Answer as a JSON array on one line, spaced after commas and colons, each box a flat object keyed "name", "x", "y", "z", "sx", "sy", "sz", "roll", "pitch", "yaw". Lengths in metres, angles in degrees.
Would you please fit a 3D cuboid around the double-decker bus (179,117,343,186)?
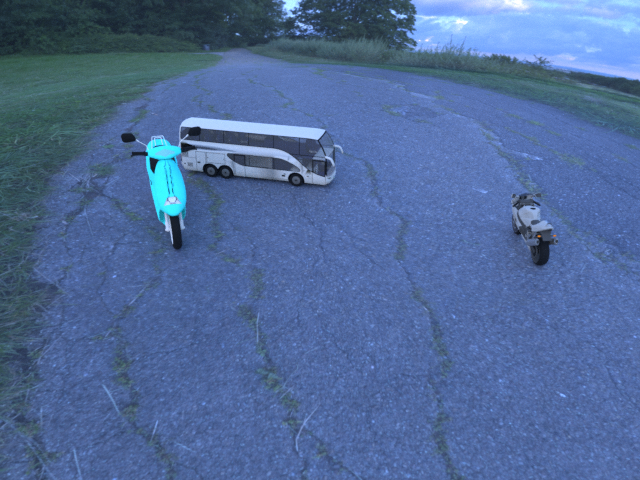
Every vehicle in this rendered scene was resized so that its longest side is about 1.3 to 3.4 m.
[{"name": "double-decker bus", "x": -1.200, "y": -1.762, "z": 13.957, "sx": 3.251, "sy": 1.052, "sz": 0.756, "roll": 7, "pitch": 29, "yaw": 13}]

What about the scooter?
[{"name": "scooter", "x": -2.659, "y": -1.138, "z": 12.019, "sx": 1.288, "sy": 1.786, "sz": 2.721, "roll": -8, "pitch": 29, "yaw": -15}]

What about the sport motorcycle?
[{"name": "sport motorcycle", "x": 3.415, "y": -0.222, "z": 11.333, "sx": 0.506, "sy": 0.821, "sz": 1.520, "roll": -2, "pitch": 28, "yaw": -4}]
